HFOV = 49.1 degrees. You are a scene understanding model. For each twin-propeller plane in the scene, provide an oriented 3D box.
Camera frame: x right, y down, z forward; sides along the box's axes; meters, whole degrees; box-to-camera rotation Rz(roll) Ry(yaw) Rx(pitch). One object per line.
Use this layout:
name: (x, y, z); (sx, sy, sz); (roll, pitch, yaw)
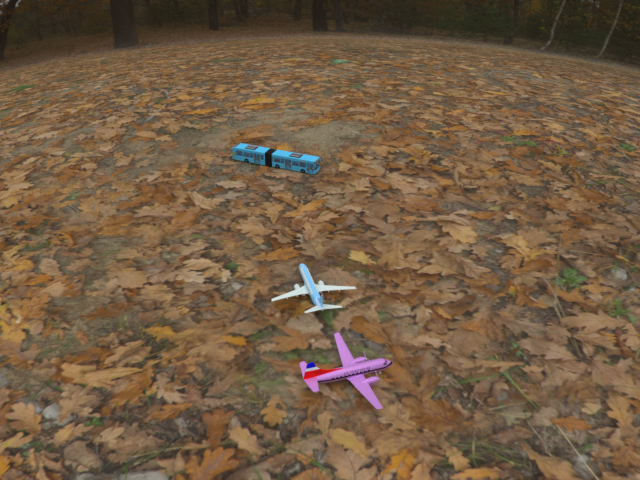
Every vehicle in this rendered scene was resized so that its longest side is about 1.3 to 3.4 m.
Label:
twin-propeller plane: (0.329, 1.458, 7.971); (1.095, 0.407, 1.370); (-10, 32, -16)

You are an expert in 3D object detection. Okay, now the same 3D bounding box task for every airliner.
airliner: (-0.114, 0.567, 9.450); (1.161, 0.429, 1.307); (-7, 32, -12)

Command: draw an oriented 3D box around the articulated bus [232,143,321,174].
articulated bus: (-0.824, -1.529, 13.117); (1.749, 0.289, 0.311); (12, 33, 20)
